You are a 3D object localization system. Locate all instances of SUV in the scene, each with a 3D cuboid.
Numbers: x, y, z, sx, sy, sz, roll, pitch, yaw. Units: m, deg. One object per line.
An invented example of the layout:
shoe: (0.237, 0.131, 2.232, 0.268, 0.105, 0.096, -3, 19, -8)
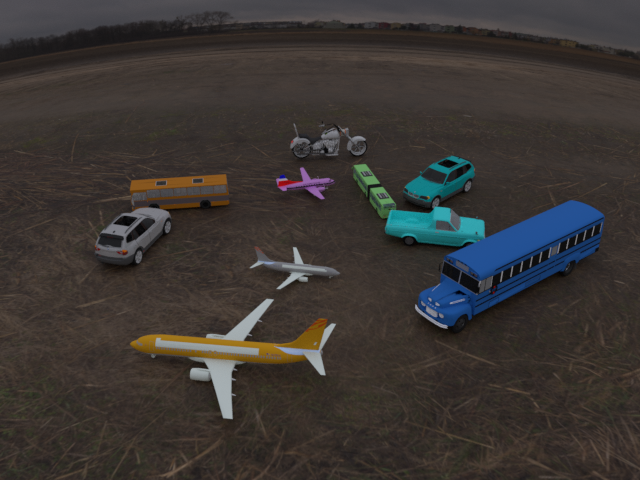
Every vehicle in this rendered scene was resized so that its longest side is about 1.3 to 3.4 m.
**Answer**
SUV: (2.165, -1.072, 12.614, 1.572, 0.580, 0.656, -27, 40, -37)
SUV: (-2.932, -0.148, 11.044, 0.656, 0.580, 1.572, 8, 32, 14)

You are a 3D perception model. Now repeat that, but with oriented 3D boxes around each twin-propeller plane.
twin-propeller plane: (-0.240, -1.058, 12.761, 1.095, 0.407, 1.370, -9, 32, -15)

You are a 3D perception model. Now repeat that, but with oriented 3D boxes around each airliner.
airliner: (-0.348, 0.337, 10.368, 1.307, 0.429, 1.161, 5, 31, 8)
airliner: (-1.125, 1.194, 8.512, 2.541, 0.835, 2.257, 4, 31, 7)

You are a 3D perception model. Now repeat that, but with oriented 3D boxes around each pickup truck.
pickup truck: (1.859, -0.227, 11.246, 1.603, 0.511, 0.640, 6, 31, 10)

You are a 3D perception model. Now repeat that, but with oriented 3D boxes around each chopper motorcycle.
chopper motorcycle: (0.182, -2.008, 14.026, 1.563, 0.761, 0.466, -5, 31, -8)

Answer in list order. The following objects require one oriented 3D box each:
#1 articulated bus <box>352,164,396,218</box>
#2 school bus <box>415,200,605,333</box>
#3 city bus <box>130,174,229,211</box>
articulated bus: (0.963, -0.900, 12.609, 0.311, 0.289, 1.749, -7, 31, -12)
school bus: (2.755, 0.318, 9.992, 3.322, 0.844, 0.709, -21, 36, -31)
city bus: (-2.449, -0.811, 12.289, 1.674, 0.460, 0.476, -5, 31, -8)
